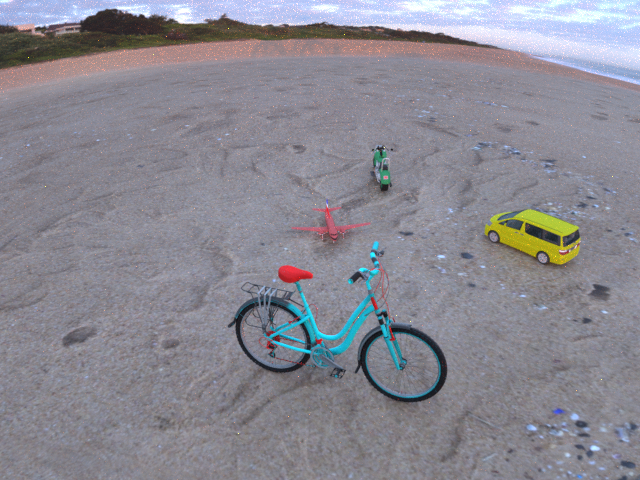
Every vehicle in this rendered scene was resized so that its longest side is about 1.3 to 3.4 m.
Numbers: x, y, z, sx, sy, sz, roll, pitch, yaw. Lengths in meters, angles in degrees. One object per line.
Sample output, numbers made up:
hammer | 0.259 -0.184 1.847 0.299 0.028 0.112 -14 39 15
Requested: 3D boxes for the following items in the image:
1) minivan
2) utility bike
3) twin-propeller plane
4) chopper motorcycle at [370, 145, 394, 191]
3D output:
minivan | 3.463 -0.137 11.494 0.681 0.616 1.548 -24 37 -36
utility bike | 0.184 0.923 8.358 2.791 1.839 1.039 10 31 17
twin-propeller plane | 0.181 -0.319 12.030 1.370 0.407 1.095 -4 30 -6
chopper motorcycle | 1.208 -1.539 13.842 0.466 0.761 1.563 -1 29 -2
